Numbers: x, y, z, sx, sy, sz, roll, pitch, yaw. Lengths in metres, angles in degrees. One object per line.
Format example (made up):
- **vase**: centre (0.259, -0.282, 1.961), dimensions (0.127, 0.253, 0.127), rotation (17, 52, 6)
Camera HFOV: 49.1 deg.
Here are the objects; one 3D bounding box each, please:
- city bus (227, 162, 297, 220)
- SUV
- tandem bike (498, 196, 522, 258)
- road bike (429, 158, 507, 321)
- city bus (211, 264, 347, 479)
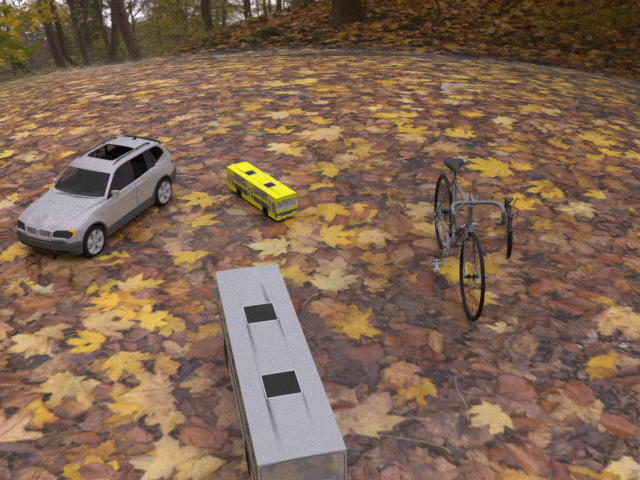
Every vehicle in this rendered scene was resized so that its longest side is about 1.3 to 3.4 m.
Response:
- **city bus**: centre (-1.031, -0.852, 12.171), dimensions (0.476, 0.460, 1.674), rotation (-19, 35, -31)
- **SUV**: centre (-3.567, -0.812, 11.415), dimensions (1.276, 1.128, 3.058), rotation (11, 31, 19)
- **tandem bike**: centre (2.976, -0.339, 11.025), dimensions (0.283, 0.682, 1.642), rotation (5, 30, 9)
- **road bike**: centre (1.922, -0.192, 9.763), dimensions (0.696, 1.656, 3.004), rotation (-1, 29, -2)
- **city bus**: centre (-0.525, 1.488, 7.536), dimensions (0.926, 0.894, 3.255), rotation (-7, 30, -12)
